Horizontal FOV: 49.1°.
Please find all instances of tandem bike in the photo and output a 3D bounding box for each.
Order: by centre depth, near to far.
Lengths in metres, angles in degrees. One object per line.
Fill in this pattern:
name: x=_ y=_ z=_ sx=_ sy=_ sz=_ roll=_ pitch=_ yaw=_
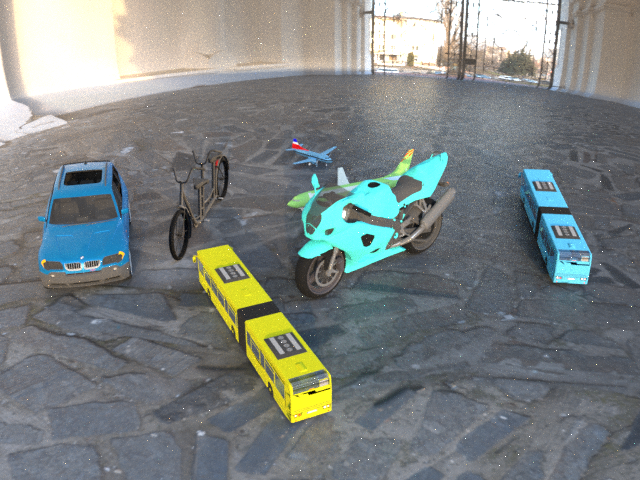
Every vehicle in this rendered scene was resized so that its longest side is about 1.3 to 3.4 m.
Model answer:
tandem bike: x=-1.938 y=-0.844 z=11.477 sx=0.550 sy=1.326 sz=3.192 roll=4 pitch=27 yaw=7

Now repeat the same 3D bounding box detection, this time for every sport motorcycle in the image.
sport motorcycle: x=0.794 y=-0.255 z=9.986 sx=2.955 sy=1.596 sz=0.983 roll=-22 pitch=34 yaw=-37

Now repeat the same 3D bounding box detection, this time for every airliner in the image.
airliner: x=0.593 y=-1.056 z=12.455 sx=2.541 sy=0.835 sz=2.257 roll=-11 pitch=29 yaw=-22

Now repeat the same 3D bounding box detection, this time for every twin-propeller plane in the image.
twin-propeller plane: x=-0.171 y=-1.806 z=14.448 sx=1.095 sy=0.407 sz=1.370 roll=20 pitch=33 yaw=35

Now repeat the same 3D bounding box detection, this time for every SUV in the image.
SUV: x=-3.546 y=-0.330 z=10.662 sx=1.276 sy=1.128 sz=3.058 roll=-6 pitch=27 yaw=-13

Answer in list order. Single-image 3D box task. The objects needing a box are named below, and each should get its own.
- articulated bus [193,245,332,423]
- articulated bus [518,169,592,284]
articulated bus: x=-0.805 y=0.992 z=8.637 sx=0.605 sy=0.561 sz=3.401 roll=-12 pitch=29 yaw=-23
articulated bus: x=3.722 y=-0.321 z=11.282 sx=0.605 sy=0.561 sz=3.401 roll=3 pitch=27 yaw=6
